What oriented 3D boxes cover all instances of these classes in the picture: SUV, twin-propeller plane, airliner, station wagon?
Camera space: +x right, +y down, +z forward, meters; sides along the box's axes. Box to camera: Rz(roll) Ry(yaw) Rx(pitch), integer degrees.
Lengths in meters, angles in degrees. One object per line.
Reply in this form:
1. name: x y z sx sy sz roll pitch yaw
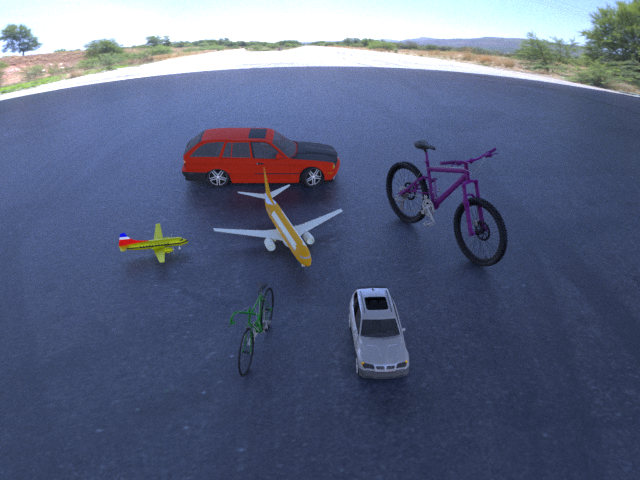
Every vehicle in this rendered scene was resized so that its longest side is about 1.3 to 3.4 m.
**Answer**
1. SUV: 0.729 1.139 8.935 0.656 0.580 1.572 -1 28 -3
2. twin-propeller plane: -2.669 0.017 11.234 1.095 0.407 1.370 -7 29 -13
3. airliner: -0.589 -0.385 11.537 2.257 0.835 2.541 -9 29 -17
4. station wagon: -1.150 -1.692 13.911 3.105 0.920 1.327 0 28 0

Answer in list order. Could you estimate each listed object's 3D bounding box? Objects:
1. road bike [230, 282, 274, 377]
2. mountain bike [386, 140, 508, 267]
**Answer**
1. road bike: -0.799 1.032 8.847 0.358 0.852 1.545 6 28 10
2. mountain bike: 1.973 -0.734 11.284 1.114 1.688 2.857 -17 32 -28
